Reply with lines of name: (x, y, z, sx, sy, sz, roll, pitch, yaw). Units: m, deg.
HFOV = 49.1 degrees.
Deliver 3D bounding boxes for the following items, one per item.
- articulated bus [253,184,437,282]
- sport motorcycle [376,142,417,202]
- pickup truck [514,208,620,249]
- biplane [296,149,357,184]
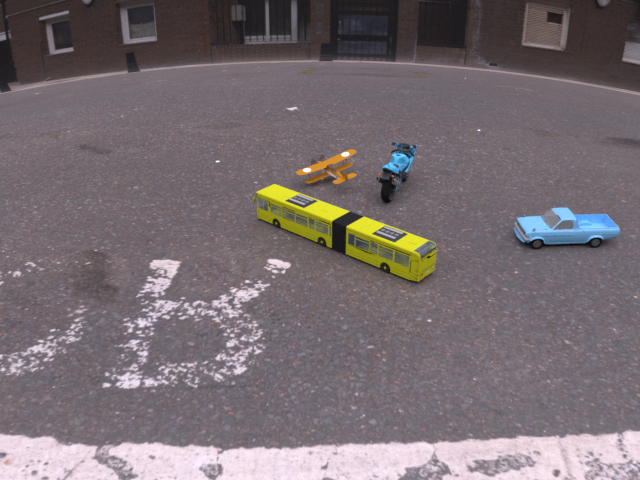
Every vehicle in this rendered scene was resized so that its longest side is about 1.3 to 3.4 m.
articulated bus: (0.306, -0.176, 11.299, 3.401, 0.561, 0.605, 22, 35, 35)
sport motorcycle: (1.440, -1.294, 13.092, 0.506, 0.821, 1.520, 11, 30, 20)
pickup truck: (4.031, -0.225, 11.443, 1.603, 0.511, 0.640, -2, 28, -3)
biplane: (0.215, -1.314, 13.463, 1.336, 0.504, 1.090, -17, 33, -28)
